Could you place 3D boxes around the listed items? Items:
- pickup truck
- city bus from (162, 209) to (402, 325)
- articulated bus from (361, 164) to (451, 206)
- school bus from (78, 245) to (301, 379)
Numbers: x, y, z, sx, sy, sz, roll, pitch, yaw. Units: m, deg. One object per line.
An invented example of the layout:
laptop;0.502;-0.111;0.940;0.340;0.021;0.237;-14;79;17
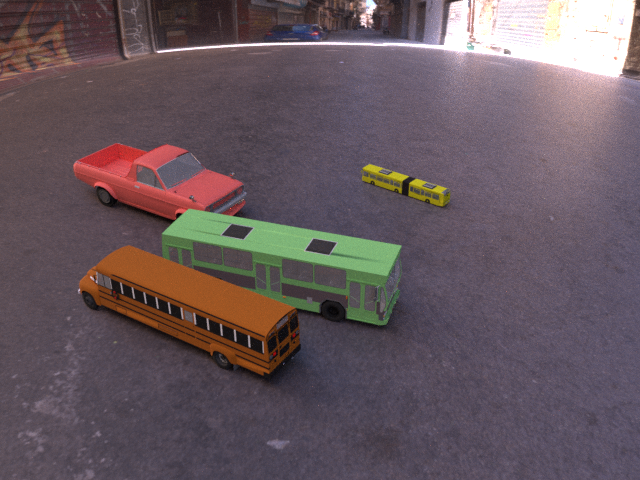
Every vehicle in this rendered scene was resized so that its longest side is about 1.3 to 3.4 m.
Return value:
pickup truck;-2.787;-1.060;12.028;3.117;0.993;1.244;18;35;27
city bus;-0.547;0.372;9.708;3.255;0.894;0.926;10;32;16
articulated bus;1.520;-0.996;12.611;1.749;0.289;0.311;22;37;32
school bus;-1.812;0.817;9.007;3.322;0.844;0.709;18;35;27
